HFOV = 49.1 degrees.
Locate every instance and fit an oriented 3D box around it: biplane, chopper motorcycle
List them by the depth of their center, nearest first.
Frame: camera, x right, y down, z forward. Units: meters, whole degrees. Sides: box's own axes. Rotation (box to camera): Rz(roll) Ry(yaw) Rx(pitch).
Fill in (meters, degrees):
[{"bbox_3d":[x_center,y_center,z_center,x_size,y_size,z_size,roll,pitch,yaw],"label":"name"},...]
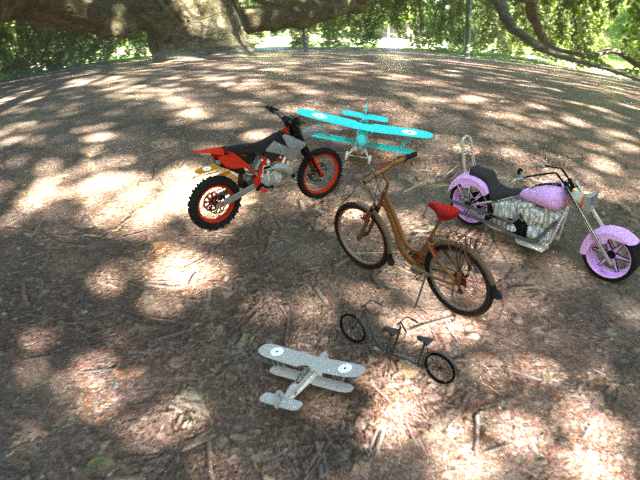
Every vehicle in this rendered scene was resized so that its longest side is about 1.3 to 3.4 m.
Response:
[{"bbox_3d":[-0.199,1.502,7.610,1.336,0.504,1.090,16,33,27],"label":"biplane"},{"bbox_3d":[3.212,-0.501,10.228,3.040,1.480,0.906,24,37,37],"label":"chopper motorcycle"},{"bbox_3d":[-1.561,-1.264,12.618,1.336,0.504,1.090,-18,34,-29],"label":"biplane"},{"bbox_3d":[0.881,-2.118,13.672,2.598,0.981,2.120,3,29,5],"label":"biplane"}]

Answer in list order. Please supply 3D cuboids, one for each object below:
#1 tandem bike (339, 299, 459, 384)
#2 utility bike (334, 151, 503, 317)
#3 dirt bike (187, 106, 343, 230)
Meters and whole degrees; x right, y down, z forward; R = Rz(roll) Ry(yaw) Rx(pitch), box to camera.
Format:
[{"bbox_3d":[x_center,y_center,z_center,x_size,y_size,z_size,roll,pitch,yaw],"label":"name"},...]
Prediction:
[{"bbox_3d":[0.881,1.137,8.087,1.642,0.682,0.283,21,35,33],"label":"tandem bike"},{"bbox_3d":[1.131,-0.067,9.070,2.791,1.839,1.039,26,38,38],"label":"utility bike"},{"bbox_3d":[-0.829,-1.190,11.282,2.903,1.666,1.024,-18,34,-30],"label":"dirt bike"}]
